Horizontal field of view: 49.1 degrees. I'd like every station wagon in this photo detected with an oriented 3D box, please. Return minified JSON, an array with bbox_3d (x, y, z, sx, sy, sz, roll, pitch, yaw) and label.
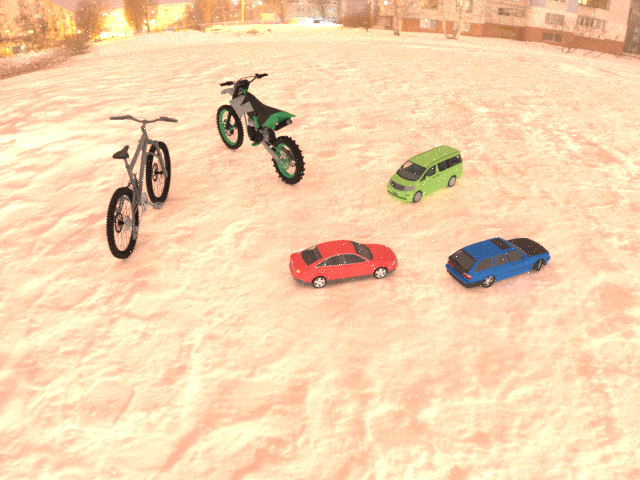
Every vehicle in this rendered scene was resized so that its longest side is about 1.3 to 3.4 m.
[{"bbox_3d":[2.651,0.246,10.299,1.597,0.473,0.682,-14,34,-23],"label":"station wagon"}]

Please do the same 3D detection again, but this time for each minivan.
[{"bbox_3d":[1.898,-1.204,12.597,1.548,0.616,0.681,-24,38,-34],"label":"minivan"}]

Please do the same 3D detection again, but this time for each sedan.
[{"bbox_3d":[0.353,0.281,10.231,1.613,0.483,0.635,-8,32,-13],"label":"sedan"}]

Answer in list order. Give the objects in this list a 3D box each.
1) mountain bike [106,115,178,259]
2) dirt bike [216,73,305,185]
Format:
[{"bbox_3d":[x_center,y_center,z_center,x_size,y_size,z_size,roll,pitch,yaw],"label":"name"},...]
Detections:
[{"bbox_3d":[-2.863,-0.964,11.146,1.114,1.688,2.857,3,31,5],"label":"mountain bike"},{"bbox_3d":[-1.213,-2.176,13.204,1.024,1.666,2.903,-22,37,-32],"label":"dirt bike"}]
